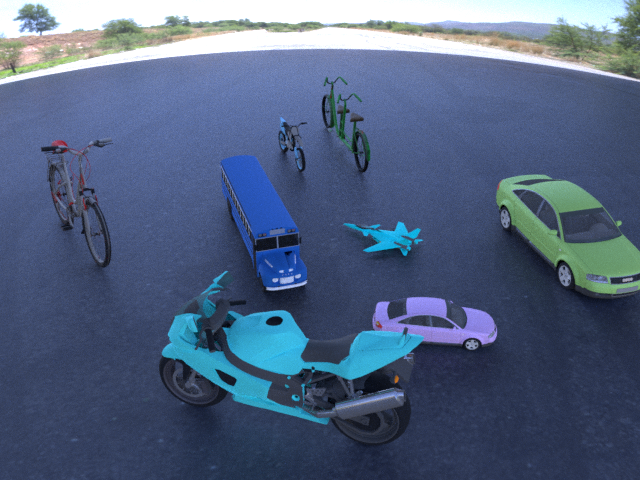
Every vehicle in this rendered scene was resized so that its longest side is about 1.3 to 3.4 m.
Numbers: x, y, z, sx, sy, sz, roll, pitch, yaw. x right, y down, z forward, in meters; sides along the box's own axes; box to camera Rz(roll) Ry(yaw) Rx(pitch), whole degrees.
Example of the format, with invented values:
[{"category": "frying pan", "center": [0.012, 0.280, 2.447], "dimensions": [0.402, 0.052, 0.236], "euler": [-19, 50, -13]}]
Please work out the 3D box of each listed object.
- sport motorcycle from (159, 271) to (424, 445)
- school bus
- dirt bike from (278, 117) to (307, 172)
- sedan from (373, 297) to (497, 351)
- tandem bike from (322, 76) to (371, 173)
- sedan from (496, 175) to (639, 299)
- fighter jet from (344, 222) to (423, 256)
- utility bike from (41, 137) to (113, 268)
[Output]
[{"category": "sport motorcycle", "center": [-0.410, 1.355, 7.504], "dimensions": [2.955, 1.596, 0.983], "euler": [8, 31, 14]}, {"category": "school bus", "center": [-0.949, -0.340, 11.158], "dimensions": [0.709, 0.844, 3.322], "euler": [-9, 31, -15]}, {"category": "dirt bike", "center": [-0.562, -1.967, 13.937], "dimensions": [0.527, 0.857, 1.493], "euler": [-11, 32, -18]}, {"category": "sedan", "center": [1.498, 1.047, 9.138], "dimensions": [1.613, 0.483, 0.635], "euler": [3, 30, 5]}, {"category": "tandem bike", "center": [0.489, -2.481, 14.352], "dimensions": [0.550, 1.326, 3.192], "euler": [-8, 31, -13]}, {"category": "sedan", "center": [3.851, -0.232, 10.879], "dimensions": [1.235, 0.940, 3.137], "euler": [-7, 31, -13]}, {"category": "fighter jet", "center": [0.950, -0.151, 11.388], "dimensions": [1.358, 0.286, 1.147], "euler": [19, 35, 30]}, {"category": "utility bike", "center": [-3.782, -0.820, 10.994], "dimensions": [1.039, 1.839, 2.791], "euler": [-20, 36, -30]}]
